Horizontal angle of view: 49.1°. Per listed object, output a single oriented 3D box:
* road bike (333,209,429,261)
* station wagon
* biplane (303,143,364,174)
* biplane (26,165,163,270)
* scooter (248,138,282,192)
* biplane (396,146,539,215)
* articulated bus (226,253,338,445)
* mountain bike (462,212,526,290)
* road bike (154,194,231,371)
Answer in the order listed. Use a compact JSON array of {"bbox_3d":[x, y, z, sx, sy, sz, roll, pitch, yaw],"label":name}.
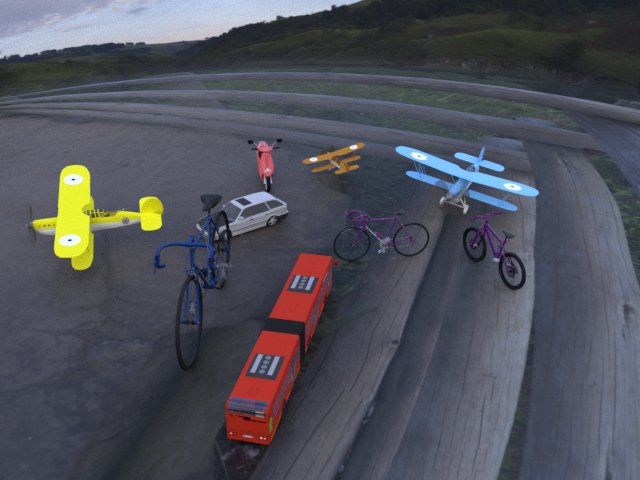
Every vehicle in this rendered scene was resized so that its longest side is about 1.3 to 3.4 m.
[{"bbox_3d":[0.966,-0.081,10.897,1.545,0.852,0.358,-4,28,-8],"label":"road bike"},{"bbox_3d":[-1.330,-0.438,11.977,1.597,0.473,0.682,-20,34,-33],"label":"station wagon"},{"bbox_3d":[0.341,-1.554,14.058,1.336,0.504,1.090,-11,30,-20],"label":"biplane"},{"bbox_3d":[-3.571,-0.299,11.170,2.120,0.981,2.598,-7,29,-13],"label":"biplane"},{"bbox_3d":[-1.073,-1.585,13.673,0.662,0.919,1.399,-4,28,-8],"label":"scooter"},{"bbox_3d":[2.698,-1.111,12.708,2.598,0.981,2.120,13,31,23],"label":"biplane"},{"bbox_3d":[-0.398,1.186,8.808,0.605,0.561,3.401,6,28,11],"label":"articulated bus"},{"bbox_3d":[2.606,0.124,10.491,0.573,0.868,1.469,-12,30,-22],"label":"mountain bike"},{"bbox_3d":[-1.511,0.354,9.212,0.696,1.656,3.004,2,28,4],"label":"road bike"}]
